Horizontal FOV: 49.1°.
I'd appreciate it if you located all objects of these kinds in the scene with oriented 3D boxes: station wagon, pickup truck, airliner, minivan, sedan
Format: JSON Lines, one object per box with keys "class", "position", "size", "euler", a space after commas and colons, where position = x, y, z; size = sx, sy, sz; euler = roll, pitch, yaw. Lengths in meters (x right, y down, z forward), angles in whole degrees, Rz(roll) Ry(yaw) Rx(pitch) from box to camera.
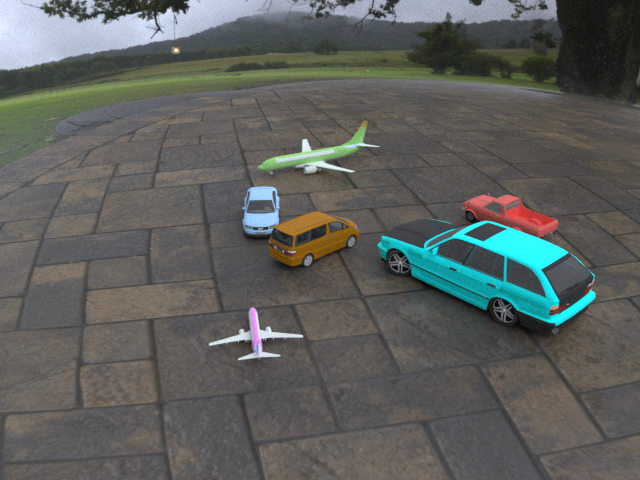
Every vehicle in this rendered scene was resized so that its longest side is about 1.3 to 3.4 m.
{"class": "station wagon", "position": [2.234, 0.261, 9.877], "size": [1.327, 0.920, 3.105], "euler": [-22, 34, -38]}
{"class": "pickup truck", "position": [3.171, -0.437, 11.763], "size": [0.640, 0.511, 1.603], "euler": [-20, 33, -35]}
{"class": "airliner", "position": [-0.104, -1.884, 14.340], "size": [2.541, 0.835, 2.257], "euler": [-12, 29, -23]}
{"class": "minivan", "position": [-0.058, -0.090, 10.937], "size": [1.548, 0.616, 0.681], "euler": [-23, 34, -38]}
{"class": "airliner", "position": [-0.809, 1.091, 8.745], "size": [1.161, 0.429, 1.307], "euler": [-4, 26, -8]}
{"class": "sedan", "position": [-1.006, -0.548, 12.020], "size": [0.635, 0.483, 1.613], "euler": [-1, 26, -3]}
